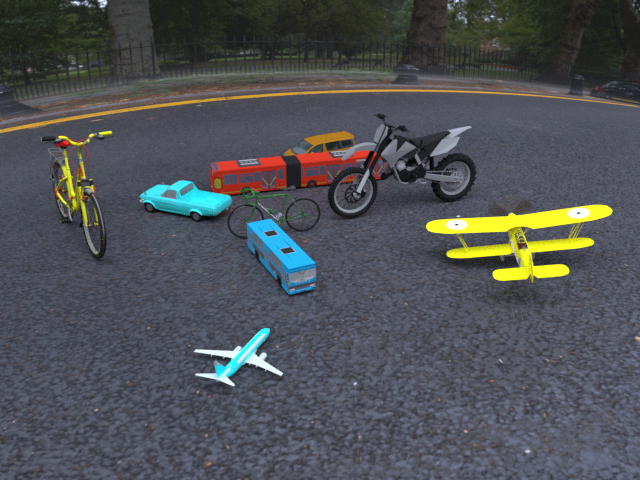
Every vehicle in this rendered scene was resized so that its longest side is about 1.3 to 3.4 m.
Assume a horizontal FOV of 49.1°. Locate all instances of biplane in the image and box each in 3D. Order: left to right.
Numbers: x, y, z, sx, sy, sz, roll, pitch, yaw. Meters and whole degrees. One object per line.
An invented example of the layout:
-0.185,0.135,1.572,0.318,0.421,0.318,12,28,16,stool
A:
2.838,0.080,10.046,2.598,0.981,2.120,3,26,5,biplane

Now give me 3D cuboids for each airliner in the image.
-0.903,1.278,8.230,1.161,0.429,1.307,11,28,21,airliner

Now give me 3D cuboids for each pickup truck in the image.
-2.355,-0.728,12.227,1.603,0.511,0.640,11,28,21,pickup truck

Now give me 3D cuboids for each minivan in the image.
-0.020,-1.787,14.268,1.548,0.616,0.681,-13,29,-24,minivan

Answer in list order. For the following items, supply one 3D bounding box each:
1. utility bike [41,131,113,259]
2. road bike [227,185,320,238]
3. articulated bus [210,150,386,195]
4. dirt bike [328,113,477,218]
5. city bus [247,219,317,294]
-3.824,-0.924,11.119,1.039,1.839,2.791,-16,30,-30,utility bike
-0.735,-0.469,11.312,1.545,0.852,0.358,-7,27,-14,road bike
-0.371,-1.318,13.373,3.401,0.561,0.605,-7,27,-14,articulated bus
1.485,-1.291,12.063,2.903,1.666,1.024,-10,28,-20,dirt bike
-0.596,0.234,10.322,0.476,0.460,1.674,-12,29,-23,city bus
